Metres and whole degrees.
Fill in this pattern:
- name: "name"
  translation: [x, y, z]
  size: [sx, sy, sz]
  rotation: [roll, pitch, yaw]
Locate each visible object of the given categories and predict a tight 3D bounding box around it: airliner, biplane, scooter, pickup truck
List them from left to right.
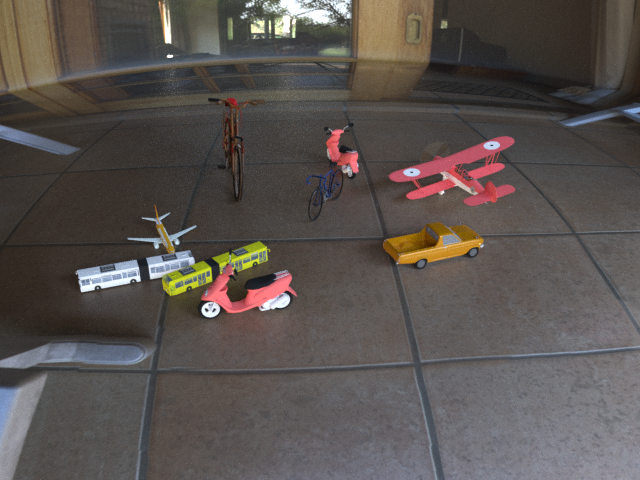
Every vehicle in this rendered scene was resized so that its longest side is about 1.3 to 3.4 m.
- name: "airliner"
  translation: [-2.612, -0.151, 11.705]
  size: [1.161, 0.429, 1.307]
  rotation: [-12, 31, -20]
- name: "scooter"
  translation: [-1.020, 0.644, 9.762]
  size: [1.399, 0.919, 0.662]
  rotation: [-7, 30, -12]
- name: "scooter"
  translation: [0.442, -1.859, 14.289]
  size: [0.662, 0.919, 1.399]
  rotation: [-12, 31, -20]
- name: "pickup truck"
  translation: [1.836, 0.037, 11.281]
  size: [1.603, 0.511, 0.640]
  rotation: [-11, 31, -19]
- name: "biplane"
  translation: [2.595, -1.131, 12.908]
  size: [2.598, 0.981, 2.120]
  rotation: [-12, 31, -20]

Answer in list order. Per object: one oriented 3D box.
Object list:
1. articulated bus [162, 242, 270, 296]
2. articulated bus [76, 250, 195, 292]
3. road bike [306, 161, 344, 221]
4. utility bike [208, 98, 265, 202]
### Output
- name: "articulated bus"
  translation: [-1.580, 0.428, 10.803]
  size: [1.749, 0.289, 0.311]
  rotation: [-20, 35, -32]
- name: "articulated bus"
  translation: [-2.806, 0.472, 10.724]
  size: [1.749, 0.289, 0.311]
  rotation: [-10, 31, -18]
- name: "road bike"
  translation: [0.122, -0.942, 12.699]
  size: [0.358, 0.852, 1.545]
  rotation: [12, 31, 21]
- name: "utility bike"
  translation: [-1.607, -1.993, 13.579]
  size: [1.039, 1.839, 2.791]
  rotation: [-6, 30, -11]
